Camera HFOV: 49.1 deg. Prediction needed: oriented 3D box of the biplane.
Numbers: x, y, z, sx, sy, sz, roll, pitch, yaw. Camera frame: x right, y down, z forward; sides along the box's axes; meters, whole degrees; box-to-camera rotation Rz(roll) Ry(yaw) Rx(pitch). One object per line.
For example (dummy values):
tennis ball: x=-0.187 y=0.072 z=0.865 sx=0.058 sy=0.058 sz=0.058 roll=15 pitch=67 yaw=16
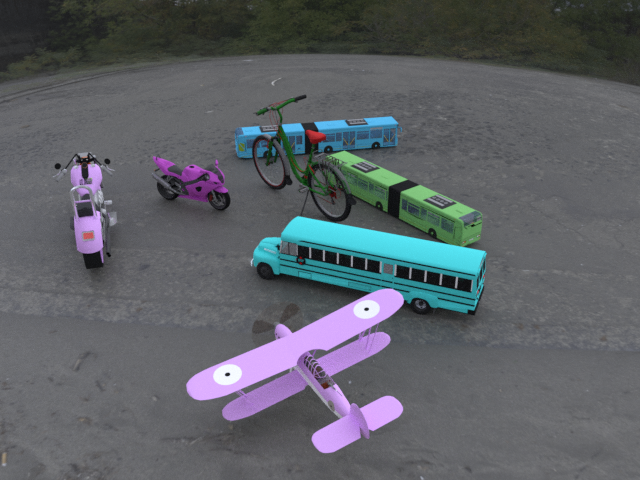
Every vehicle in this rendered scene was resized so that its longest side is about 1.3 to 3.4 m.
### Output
biplane: x=-0.065 y=1.479 z=7.537 sx=2.598 sy=0.981 sz=2.120 roll=-15 pitch=32 yaw=-25

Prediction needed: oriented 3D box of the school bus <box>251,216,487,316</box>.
school bus: x=0.597 y=0.314 z=9.783 sx=3.322 sy=0.844 sz=0.709 roll=11 pitch=31 yaw=19

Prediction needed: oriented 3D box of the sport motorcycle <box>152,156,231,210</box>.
sport motorcycle: x=-2.232 y=-0.995 z=12.170 sx=1.520 sy=0.821 sz=0.506 roll=12 pitch=31 yaw=21

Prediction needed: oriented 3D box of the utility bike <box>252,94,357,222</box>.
utility bike: x=-0.421 y=-1.386 z=11.826 sx=1.039 sy=1.839 sz=2.791 roll=-22 pitch=36 yaw=-34

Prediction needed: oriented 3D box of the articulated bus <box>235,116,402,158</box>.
articulated bus: x=-0.031 y=-2.126 z=14.481 sx=3.401 sy=0.561 sz=0.605 roll=-6 pitch=30 yaw=-11

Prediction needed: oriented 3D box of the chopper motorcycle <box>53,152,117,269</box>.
chopper motorcycle: x=-3.631 y=-0.726 z=11.004 sx=0.906 sy=1.480 sz=3.040 roll=-8 pitch=30 yaw=-14

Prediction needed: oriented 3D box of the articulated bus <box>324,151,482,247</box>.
articulated bus: x=1.308 y=-0.768 z=12.029 sx=0.605 sy=0.561 sz=3.401 roll=-21 pitch=35 yaw=-33
